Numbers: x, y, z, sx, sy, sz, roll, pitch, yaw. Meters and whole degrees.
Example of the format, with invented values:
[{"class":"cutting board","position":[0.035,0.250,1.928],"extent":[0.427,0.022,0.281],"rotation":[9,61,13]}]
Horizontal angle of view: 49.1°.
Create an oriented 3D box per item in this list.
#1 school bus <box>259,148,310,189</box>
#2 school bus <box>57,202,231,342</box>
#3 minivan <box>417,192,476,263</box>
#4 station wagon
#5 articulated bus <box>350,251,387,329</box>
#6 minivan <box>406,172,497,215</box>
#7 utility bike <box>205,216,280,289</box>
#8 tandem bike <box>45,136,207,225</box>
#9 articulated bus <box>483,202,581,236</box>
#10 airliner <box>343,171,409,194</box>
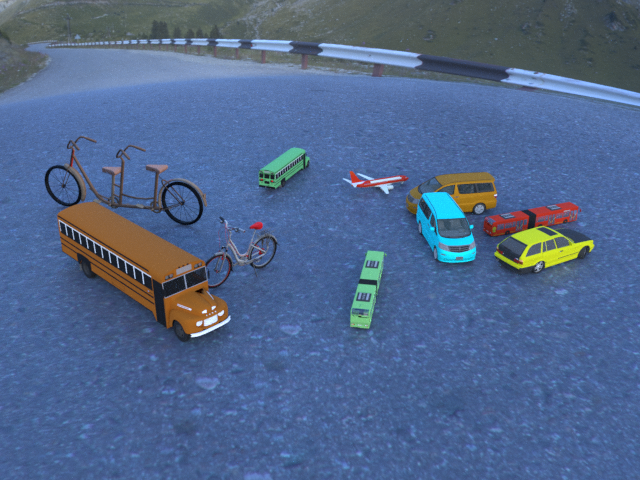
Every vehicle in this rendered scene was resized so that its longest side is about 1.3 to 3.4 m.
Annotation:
[{"class":"school bus","position":[-0.663,-1.427,13.690],"extent":[0.365,0.434,1.708],"rotation":[10,27,20]},{"class":"school bus","position":[-2.463,0.348,9.520],"extent":[0.709,0.844,3.322],"rotation":[-23,34,-40]},{"class":"minivan","position":[1.962,-0.206,10.939],"extent":[0.681,0.616,1.548],"rotation":[-3,26,-6]},{"class":"station wagon","position":[3.407,0.071,10.524],"extent":[1.597,0.473,0.682],"rotation":[-14,29,-26]},{"class":"articulated bus","position":[0.662,0.640,9.554],"extent":[0.311,0.289,1.749],"rotation":[5,26,10]},{"class":"minivan","position":[2.277,-0.803,12.181],"extent":[1.548,0.616,0.681],"rotation":[-4,26,-8]},{"class":"utility bike","position":[-1.079,0.127,9.864],"extent":[1.435,0.946,0.535],"rotation":[-23,34,-39]},{"class":"tandem bike","position":[-3.356,-1.013,11.798],"extent":[3.192,1.326,0.550],"rotation":[9,27,17]},{"class":"articulated bus","position":[3.520,-0.349,11.614],"extent":[1.749,0.289,0.311],"rotation":[-10,27,-20]},{"class":"airliner","position":[1.116,-1.180,13.181],"extent":[1.307,0.429,1.161],"rotation":[-11,28,-22]}]
